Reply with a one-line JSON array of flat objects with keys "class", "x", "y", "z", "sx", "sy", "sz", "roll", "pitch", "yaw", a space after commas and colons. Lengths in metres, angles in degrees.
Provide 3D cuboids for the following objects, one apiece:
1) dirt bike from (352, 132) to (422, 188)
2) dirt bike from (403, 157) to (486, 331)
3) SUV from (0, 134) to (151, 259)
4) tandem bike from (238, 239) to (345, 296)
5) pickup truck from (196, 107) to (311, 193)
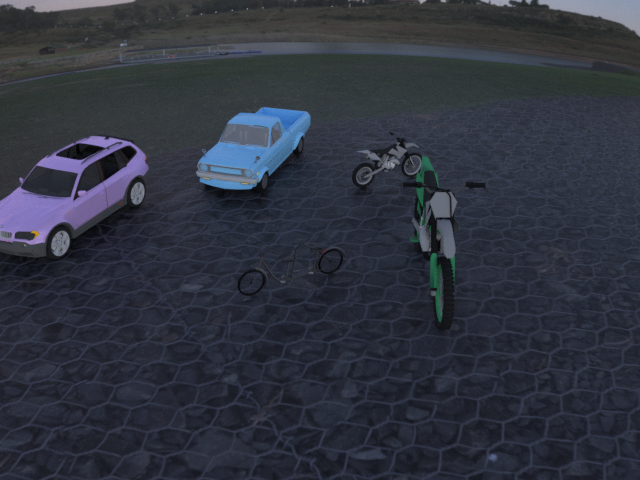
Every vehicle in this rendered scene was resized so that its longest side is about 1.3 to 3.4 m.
[{"class": "dirt bike", "x": 1.232, "y": -1.434, "z": 12.543, "sx": 1.493, "sy": 0.857, "sz": 0.527, "roll": -13, "pitch": 31, "yaw": -23}, {"class": "dirt bike", "x": 1.536, "y": -0.141, "z": 9.331, "sx": 1.024, "sy": 1.666, "sz": 2.903, "roll": 0, "pitch": 29, "yaw": 0}, {"class": "SUV", "x": -3.948, "y": -0.779, "z": 11.061, "sx": 1.276, "sy": 1.128, "sz": 3.058, "roll": 11, "pitch": 31, "yaw": 20}, {"class": "tandem bike", "x": -0.365, "y": 0.310, "z": 9.534, "sx": 1.642, "sy": 0.682, "sz": 0.283, "roll": -14, "pitch": 32, "yaw": -24}, {"class": "pickup truck", "x": -1.169, "y": -1.873, "z": 13.205, "sx": 1.244, "sy": 0.993, "sz": 3.117, "roll": 9, "pitch": 30, "yaw": 16}]
